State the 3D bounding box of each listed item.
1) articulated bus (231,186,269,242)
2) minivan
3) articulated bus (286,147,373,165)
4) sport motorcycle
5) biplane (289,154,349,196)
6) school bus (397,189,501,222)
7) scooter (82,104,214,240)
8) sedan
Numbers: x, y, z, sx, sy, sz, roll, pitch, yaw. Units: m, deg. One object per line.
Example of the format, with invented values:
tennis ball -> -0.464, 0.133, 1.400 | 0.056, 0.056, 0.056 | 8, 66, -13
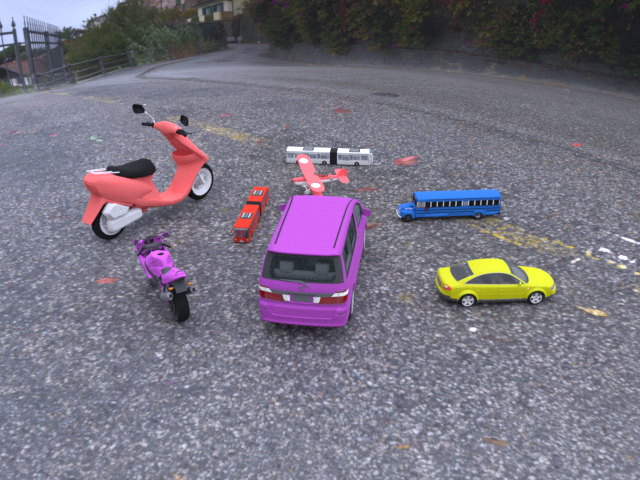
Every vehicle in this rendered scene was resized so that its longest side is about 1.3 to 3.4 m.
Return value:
articulated bus -> -1.127, -0.455, 11.602 | 0.311, 0.289, 1.749 | 3, 27, 6
minivan -> -0.012, 0.036, 9.632 | 1.324, 1.197, 3.011 | 4, 27, 7
articulated bus -> 0.181, -1.681, 14.017 | 1.749, 0.289, 0.311 | 3, 27, 5
sport motorcycle -> -2.054, 0.464, 9.204 | 0.506, 0.821, 1.520 | -15, 31, -27
biplane -> -0.021, -1.100, 12.633 | 1.090, 0.504, 1.336 | -7, 28, -13
school bus -> 2.144, -0.585, 11.698 | 1.708, 0.434, 0.365 | -2, 27, -4
scooter -> -2.740, -1.167, 11.350 | 1.288, 1.786, 2.721 | 18, 32, 32
sedan -> 2.375, 0.533, 9.440 | 1.613, 0.483, 0.635 | -2, 27, -3
